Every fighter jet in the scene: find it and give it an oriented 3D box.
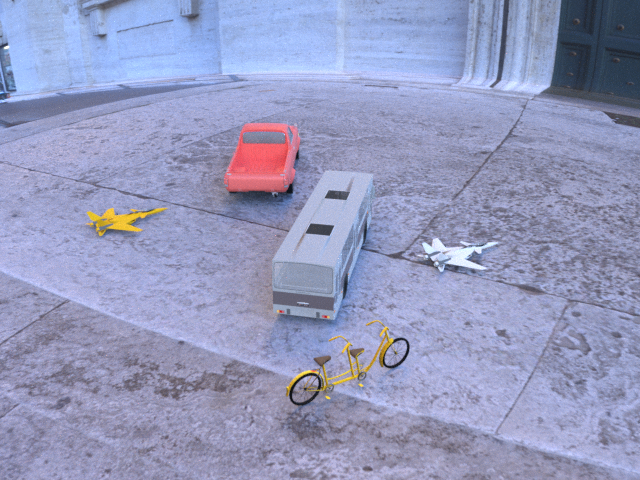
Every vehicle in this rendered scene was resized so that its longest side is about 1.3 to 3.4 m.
[{"bbox_3d":[2.176,0.112,10.523,1.358,0.286,1.147,-14,30,-26],"label":"fighter jet"},{"bbox_3d":[-3.149,-0.436,11.636,1.358,0.286,1.147,-20,32,-34],"label":"fighter jet"}]

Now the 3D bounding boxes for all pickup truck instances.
[{"bbox_3d":[-1.044,-1.657,13.316,1.244,0.993,3.117,1,26,2],"label":"pickup truck"}]

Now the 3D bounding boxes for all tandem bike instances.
[{"bbox_3d":[0.340,1.314,7.635,1.642,0.682,0.283,-16,30,-29],"label":"tandem bike"}]

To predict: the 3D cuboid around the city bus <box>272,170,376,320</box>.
[{"bbox_3d":[0.134,-0.011,10.085,0.926,0.894,3.255,5,27,11],"label":"city bus"}]
